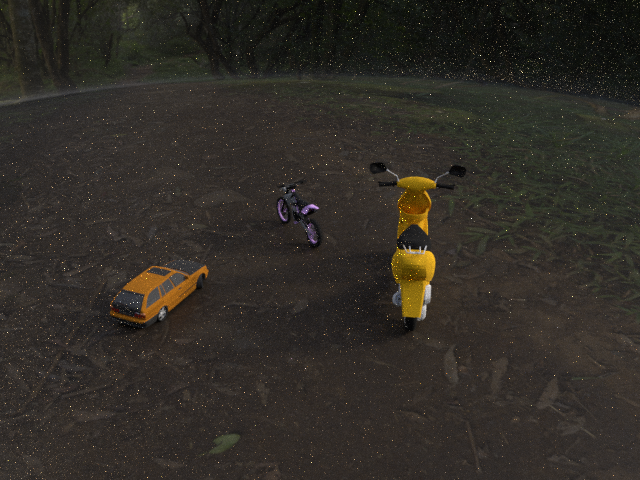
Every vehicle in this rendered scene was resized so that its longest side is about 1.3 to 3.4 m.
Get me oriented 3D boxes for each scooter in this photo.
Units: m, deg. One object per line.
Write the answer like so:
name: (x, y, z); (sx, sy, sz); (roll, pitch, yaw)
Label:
scooter: (1.271, -0.077, 9.458); (1.288, 1.786, 2.721); (3, 26, 6)

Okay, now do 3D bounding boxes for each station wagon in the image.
station wagon: (-2.149, 0.617, 9.529); (0.682, 0.473, 1.597); (11, 28, 21)

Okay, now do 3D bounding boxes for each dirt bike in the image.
dirt bike: (-0.363, -0.477, 11.360); (0.527, 0.857, 1.493); (-14, 29, -27)
